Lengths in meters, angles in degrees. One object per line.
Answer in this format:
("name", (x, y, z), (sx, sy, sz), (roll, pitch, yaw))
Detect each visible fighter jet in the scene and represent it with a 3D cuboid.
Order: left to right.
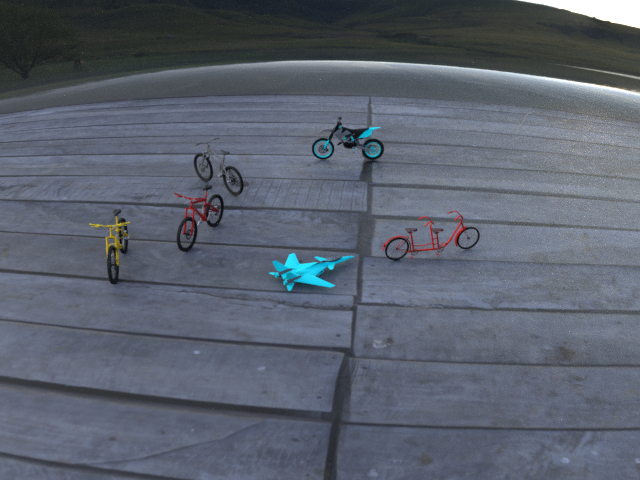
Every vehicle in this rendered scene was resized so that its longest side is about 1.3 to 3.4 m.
("fighter jet", (-0.040, 0.352, 10.482), (1.358, 0.286, 1.147), (-17, 33, -29))

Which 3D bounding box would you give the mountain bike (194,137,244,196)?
("mountain bike", (-1.918, -1.379, 13.084), (0.573, 0.868, 1.469), (-25, 37, -38))

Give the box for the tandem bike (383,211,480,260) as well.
("tandem bike", (1.746, -0.068, 10.845), (1.642, 0.682, 0.283), (-8, 29, -14))

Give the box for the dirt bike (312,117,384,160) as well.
("dirt bike", (0.575, -2.039, 14.322), (1.493, 0.857, 0.527), (0, 28, 0))

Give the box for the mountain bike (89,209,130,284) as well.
("mountain bike", (-3.050, 0.014, 10.497), (0.573, 0.868, 1.469), (-2, 28, -5))

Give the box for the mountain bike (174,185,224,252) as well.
("mountain bike", (-1.931, -0.428, 11.317), (0.573, 0.868, 1.469), (10, 30, 18))
